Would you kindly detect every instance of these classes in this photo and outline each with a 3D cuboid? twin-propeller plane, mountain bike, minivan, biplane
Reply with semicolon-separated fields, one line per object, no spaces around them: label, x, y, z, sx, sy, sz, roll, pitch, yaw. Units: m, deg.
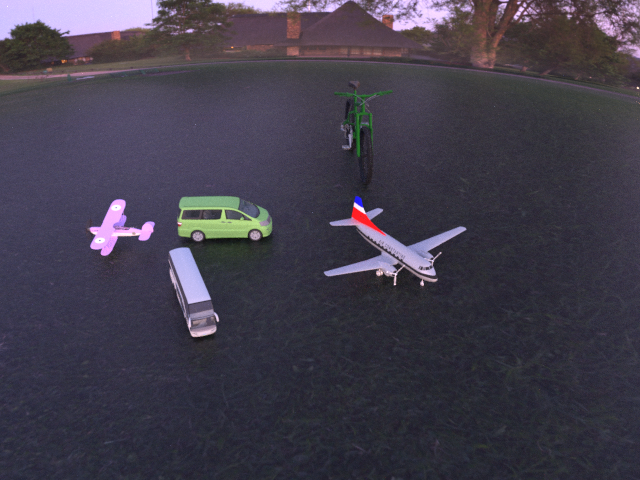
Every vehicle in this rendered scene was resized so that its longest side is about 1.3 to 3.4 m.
twin-propeller plane;1.095;0.020;10.719;2.663;0.792;2.129;-17;33;-28
mountain bike;0.760;-2.299;14.014;1.114;1.688;2.857;-3;29;-6
minivan;-1.576;-0.378;11.626;1.548;0.616;0.681;-1;29;-2
biplane;-3.231;-0.136;11.302;1.090;0.504;1.336;1;29;3

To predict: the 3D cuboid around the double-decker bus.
double-decker bus;-1.785;0.715;9.713;0.389;0.541;1.672;-10;30;-18
